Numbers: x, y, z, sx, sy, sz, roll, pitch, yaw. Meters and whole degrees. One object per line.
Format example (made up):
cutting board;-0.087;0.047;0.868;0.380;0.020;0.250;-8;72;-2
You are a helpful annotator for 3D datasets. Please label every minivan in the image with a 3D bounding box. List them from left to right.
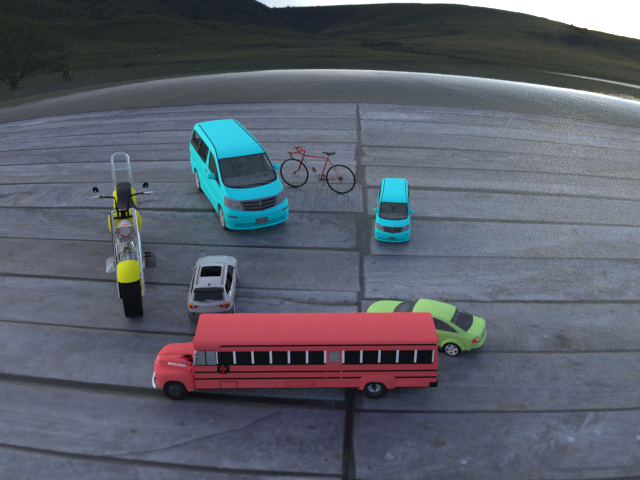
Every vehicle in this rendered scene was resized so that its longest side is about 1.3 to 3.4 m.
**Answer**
minivan;-1.544;-1.244;12.845;1.324;1.197;3.011;-11;29;-20
minivan;1.269;-0.523;12.083;0.681;0.616;1.548;3;27;6

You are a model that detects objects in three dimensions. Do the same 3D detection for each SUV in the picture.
SUV;-1.513;0.591;9.965;0.656;0.580;1.572;-1;27;-3

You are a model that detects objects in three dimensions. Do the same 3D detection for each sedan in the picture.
sedan;1.361;1.058;9.166;1.613;0.483;0.635;11;29;20

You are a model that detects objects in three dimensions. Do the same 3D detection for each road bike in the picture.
road bike;-0.055;-1.344;13.414;1.545;0.852;0.358;9;29;17

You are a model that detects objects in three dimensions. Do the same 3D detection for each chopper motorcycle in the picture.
chopper motorcycle;-2.888;-0.153;10.426;0.906;1.480;3.040;-7;28;-13

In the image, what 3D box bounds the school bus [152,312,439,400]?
school bus;-0.305;1.335;8.239;3.322;0.844;0.709;0;27;-1
